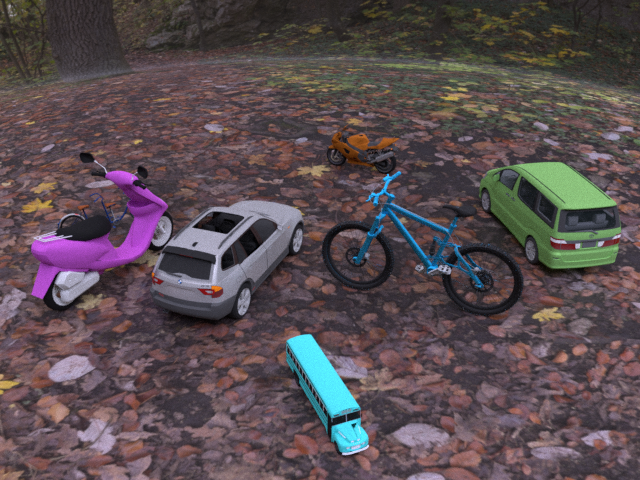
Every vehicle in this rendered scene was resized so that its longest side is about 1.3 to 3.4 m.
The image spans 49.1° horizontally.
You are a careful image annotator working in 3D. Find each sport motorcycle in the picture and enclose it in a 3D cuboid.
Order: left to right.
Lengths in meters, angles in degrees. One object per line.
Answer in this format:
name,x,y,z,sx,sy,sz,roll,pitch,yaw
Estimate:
sport motorcycle,0.841,-1.798,14.022,1.520,0.821,0.506,12,30,20

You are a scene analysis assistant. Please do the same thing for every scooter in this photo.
scooter,-3.087,-0.223,10.094,1.288,1.786,2.721,15,32,26

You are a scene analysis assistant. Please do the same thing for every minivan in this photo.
minivan,3.651,-0.622,11.453,1.324,1.197,3.011,-5,29,-9

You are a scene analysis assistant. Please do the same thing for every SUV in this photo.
SUV,-1.265,0.059,10.265,1.276,1.128,3.058,11,30,19

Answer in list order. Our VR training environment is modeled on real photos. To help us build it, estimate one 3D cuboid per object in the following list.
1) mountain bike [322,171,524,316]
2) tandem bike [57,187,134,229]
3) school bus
mountain bike,1.361,0.114,9.575,2.857,1.688,1.114,11,30,19
tandem bike,-3.592,-0.500,11.767,1.642,0.682,0.283,-17,33,-28
school bus,0.062,1.718,7.926,0.365,0.434,1.708,-11,30,-20
